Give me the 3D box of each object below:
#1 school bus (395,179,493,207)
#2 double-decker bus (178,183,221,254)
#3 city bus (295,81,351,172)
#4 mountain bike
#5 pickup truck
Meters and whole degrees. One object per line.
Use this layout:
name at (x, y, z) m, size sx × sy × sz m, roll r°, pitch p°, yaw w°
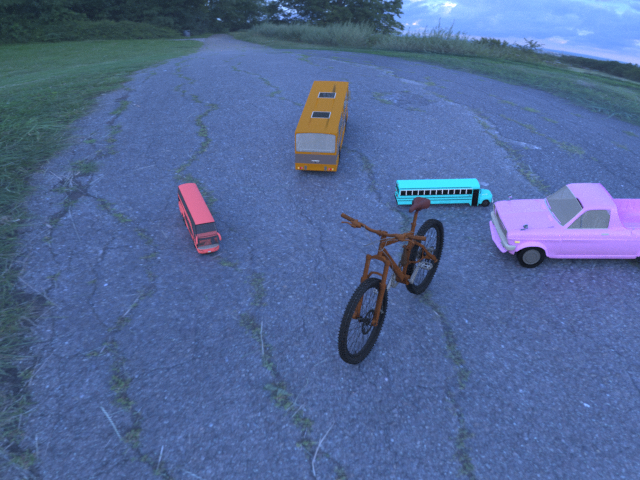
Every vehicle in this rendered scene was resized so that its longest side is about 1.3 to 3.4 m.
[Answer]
school bus at (2.187, -0.829, 12.294) m, size 1.708 × 0.434 × 0.365 m, roll -1°, pitch 30°, yaw -2°
double-decker bus at (-1.985, -0.354, 11.359) m, size 0.389 × 0.541 × 1.672 m, roll -10°, pitch 31°, yaw -18°
city bus at (0.088, -2.389, 14.552) m, size 0.926 × 0.894 × 3.255 m, roll 3°, pitch 30°, yaw 5°
mountain bike at (0.995, 0.345, 8.985) m, size 1.114 × 1.688 × 2.857 m, roll 17°, pitch 34°, yaw 27°
pickup truck at (4.254, -0.282, 10.779) m, size 3.117 × 0.993 × 1.244 m, roll 0°, pitch 30°, yaw 0°
